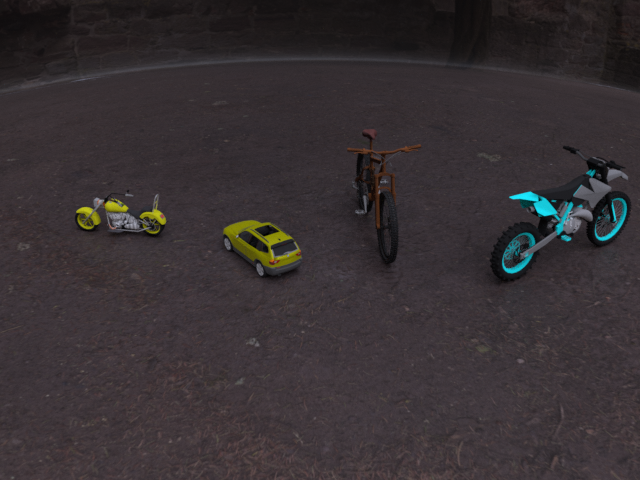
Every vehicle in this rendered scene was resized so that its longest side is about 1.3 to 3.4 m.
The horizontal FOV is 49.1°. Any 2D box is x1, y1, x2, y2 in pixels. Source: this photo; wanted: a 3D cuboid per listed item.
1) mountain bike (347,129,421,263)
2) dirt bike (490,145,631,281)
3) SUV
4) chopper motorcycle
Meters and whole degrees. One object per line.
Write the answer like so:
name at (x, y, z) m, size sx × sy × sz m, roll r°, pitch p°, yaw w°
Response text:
mountain bike at (0.884, -0.870, 11.162) m, size 1.114 × 1.688 × 2.857 m, roll -4°, pitch 28°, yaw -7°
dirt bike at (3.663, -0.416, 10.337) m, size 2.903 × 1.666 × 1.024 m, roll -16°, pitch 32°, yaw -27°
SUV at (-0.898, 0.027, 10.659) m, size 0.656 × 0.580 × 1.572 m, roll -19°, pitch 33°, yaw -31°
chopper motorcycle at (-3.258, -0.447, 11.355) m, size 1.563 × 0.761 × 0.466 m, roll 5°, pitch 29°, yaw 10°
